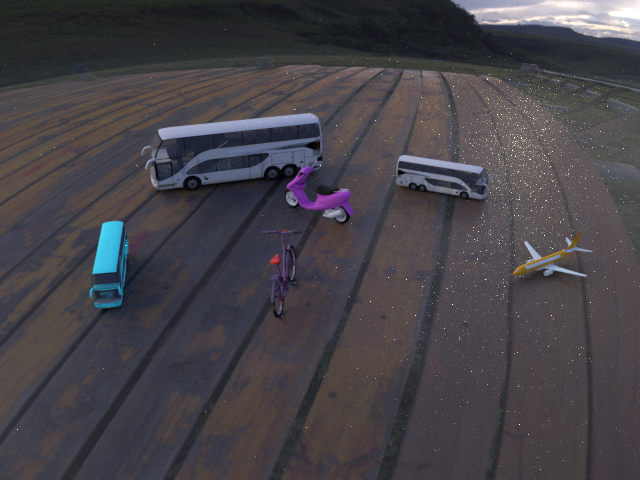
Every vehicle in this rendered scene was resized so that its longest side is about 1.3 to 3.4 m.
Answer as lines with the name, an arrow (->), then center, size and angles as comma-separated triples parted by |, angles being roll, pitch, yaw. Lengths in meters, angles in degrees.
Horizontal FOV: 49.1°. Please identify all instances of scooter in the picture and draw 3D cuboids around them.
scooter -> -0.037, -0.818, 11.452 | 1.399, 0.919, 0.662 | 20, 34, 32

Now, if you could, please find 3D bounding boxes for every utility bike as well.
utility bike -> -0.529, 0.362, 9.225 | 0.535, 0.946, 1.435 | 4, 29, 8

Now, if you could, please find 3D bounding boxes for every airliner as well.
airliner -> 3.275, 0.215, 10.046 | 1.307, 0.429, 1.161 | -15, 32, -26

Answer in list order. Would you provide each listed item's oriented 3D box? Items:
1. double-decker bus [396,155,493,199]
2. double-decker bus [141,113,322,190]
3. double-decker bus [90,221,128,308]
double-decker bus -> 2.179, -1.104, 12.385 | 1.672, 0.541, 0.389 | 12, 30, 21
double-decker bus -> -1.569, -1.610, 12.788 | 3.251, 1.052, 0.756 | -9, 29, -16
double-decker bus -> -2.897, 0.333, 9.707 | 0.389, 0.541, 1.672 | -5, 29, -9
